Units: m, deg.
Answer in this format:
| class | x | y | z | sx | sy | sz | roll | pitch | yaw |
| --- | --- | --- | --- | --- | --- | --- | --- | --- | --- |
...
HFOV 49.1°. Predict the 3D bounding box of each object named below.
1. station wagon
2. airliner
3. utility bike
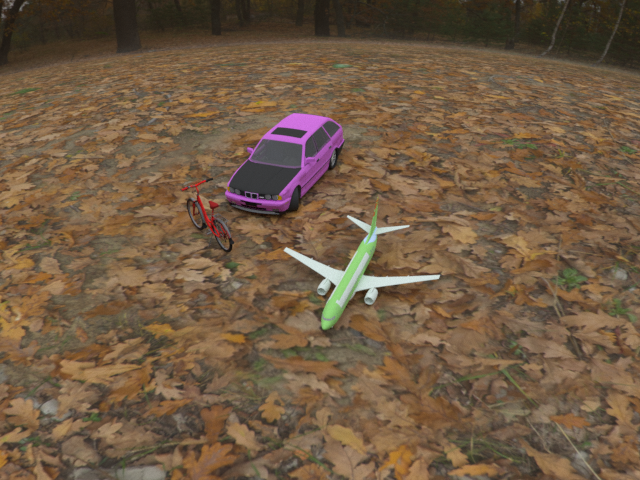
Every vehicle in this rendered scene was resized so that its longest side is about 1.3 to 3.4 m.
| class | x | y | z | sx | sy | sz | roll | pitch | yaw |
| --- | --- | --- | --- | --- | --- | --- | --- | --- | --- |
| station wagon | -0.568 | -1.470 | 12.465 | 1.327 | 0.920 | 3.105 | 11 | 32 | 18 |
| airliner | 0.463 | 0.291 | 9.499 | 2.257 | 0.835 | 2.541 | 10 | 31 | 17 |
| utility bike | -1.731 | -0.385 | 10.559 | 0.535 | 0.946 | 1.435 | -20 | 36 | -31 |
